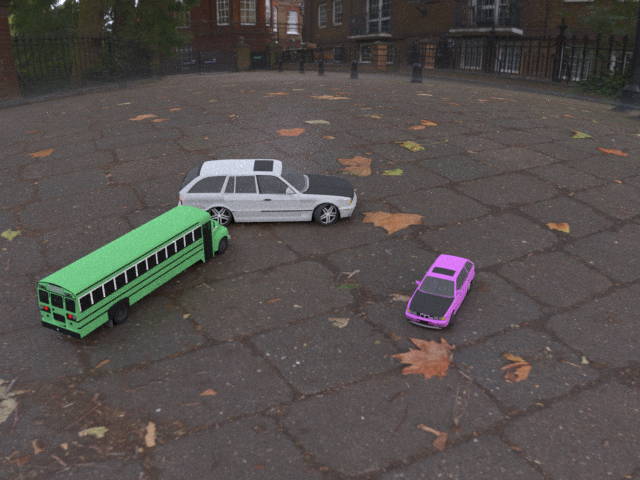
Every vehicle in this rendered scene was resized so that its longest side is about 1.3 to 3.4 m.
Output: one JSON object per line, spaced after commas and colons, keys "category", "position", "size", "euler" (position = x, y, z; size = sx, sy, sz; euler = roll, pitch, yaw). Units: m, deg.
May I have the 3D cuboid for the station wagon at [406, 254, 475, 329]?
{"category": "station wagon", "position": [1.670, 0.650, 9.602], "size": [0.682, 0.473, 1.597], "euler": [11, 28, 22]}

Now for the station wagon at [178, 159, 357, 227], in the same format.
{"category": "station wagon", "position": [-0.905, -0.885, 12.301], "size": [3.105, 0.920, 1.327], "euler": [-1, 26, -2]}

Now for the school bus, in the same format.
{"category": "school bus", "position": [-2.446, 0.294, 9.918], "size": [0.709, 0.844, 3.322], "euler": [13, 28, 25]}
